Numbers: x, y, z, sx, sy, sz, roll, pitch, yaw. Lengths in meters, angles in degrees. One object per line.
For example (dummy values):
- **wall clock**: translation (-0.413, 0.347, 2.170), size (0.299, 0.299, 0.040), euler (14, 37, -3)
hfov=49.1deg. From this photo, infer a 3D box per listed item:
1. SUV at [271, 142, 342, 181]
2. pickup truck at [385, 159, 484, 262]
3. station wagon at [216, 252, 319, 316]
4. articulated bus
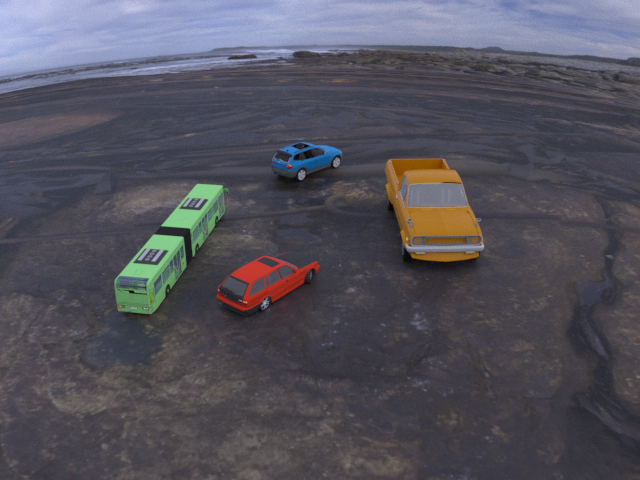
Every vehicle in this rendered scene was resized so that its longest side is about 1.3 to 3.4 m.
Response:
- **SUV**: translation (-0.245, -1.634, 13.801), size (0.656, 0.580, 1.572), euler (24, 36, 39)
- **pickup truck**: translation (1.786, -0.669, 11.437), size (1.244, 0.993, 3.117), euler (-1, 27, -1)
- **station wagon**: translation (-0.683, 0.495, 9.711), size (0.682, 0.473, 1.597), euler (20, 33, 34)
- **articulated bus**: translation (-2.142, 0.014, 10.563), size (0.605, 0.561, 3.401), euler (4, 27, 9)
